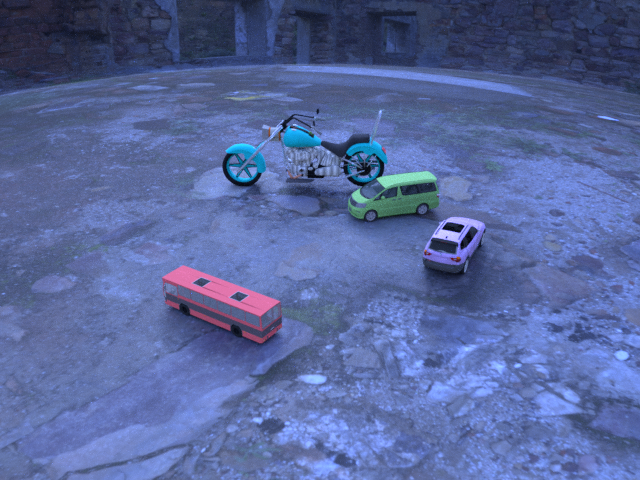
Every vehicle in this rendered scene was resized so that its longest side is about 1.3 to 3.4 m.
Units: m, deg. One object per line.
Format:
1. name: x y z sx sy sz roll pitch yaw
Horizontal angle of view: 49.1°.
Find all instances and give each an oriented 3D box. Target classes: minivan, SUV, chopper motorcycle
1. minivan: 1.252 -0.764 11.961 1.548 0.616 0.681 -8 28 -14
2. SUV: 2.044 -0.019 10.556 0.656 0.580 1.572 13 30 23
3. chopper motorcycle: -0.283 -1.670 12.775 3.040 1.480 0.906 2 27 4

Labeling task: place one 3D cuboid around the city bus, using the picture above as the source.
1. city bus: -1.282 0.829 9.043 1.674 0.460 0.476 17 32 30
